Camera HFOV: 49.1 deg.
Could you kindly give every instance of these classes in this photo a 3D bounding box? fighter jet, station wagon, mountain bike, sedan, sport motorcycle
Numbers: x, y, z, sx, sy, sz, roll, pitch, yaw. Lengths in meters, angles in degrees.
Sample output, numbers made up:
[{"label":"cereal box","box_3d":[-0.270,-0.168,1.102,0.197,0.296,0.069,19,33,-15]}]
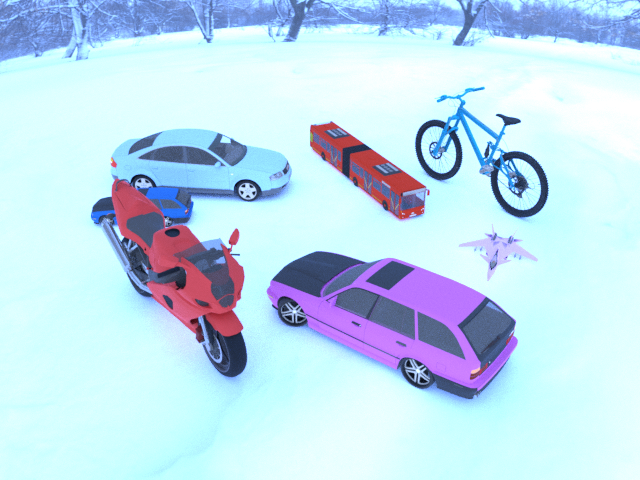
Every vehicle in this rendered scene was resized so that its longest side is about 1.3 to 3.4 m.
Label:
[{"label":"fighter jet","box_3d":[2.559,0.176,10.120,1.147,0.286,1.358,11,32,19]},{"label":"station wagon","box_3d":[-2.851,-0.552,11.191,1.597,0.473,0.682,0,30,-1]},{"label":"station wagon","box_3d":[0.773,0.771,8.460,3.105,0.920,1.327,21,36,32]},{"label":"mountain bike","box_3d":[2.630,-1.497,11.612,1.114,1.688,2.857,-21,36,-32]},{"label":"sedan","box_3d":[-2.059,-1.380,12.155,3.137,0.940,1.235,3,30,6]},{"label":"sport motorcycle","box_3d":[-1.745,0.399,8.430,0.983,1.596,2.955,-21,36,-32]}]

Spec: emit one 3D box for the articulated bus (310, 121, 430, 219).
[{"label":"articulated bus","box_3d":[0.755,-1.319,12.427,0.605,0.561,3.401,-14,33,-23]}]
